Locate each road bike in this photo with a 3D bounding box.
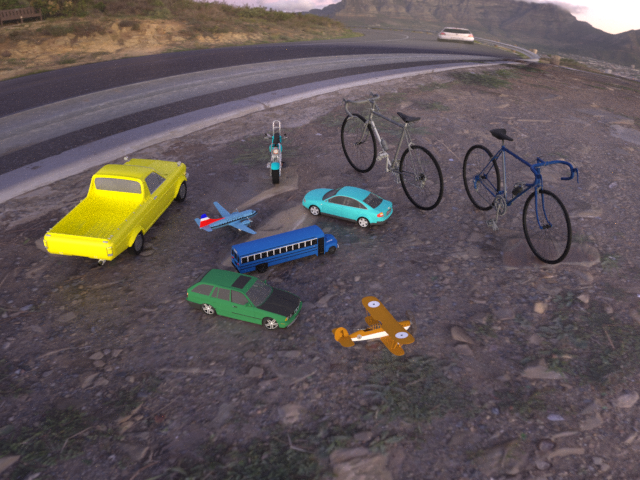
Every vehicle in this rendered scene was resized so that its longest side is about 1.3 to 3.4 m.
[{"bbox_3d":[1.238,-1.674,12.644,0.697,1.656,3.004,-18,35,-28],"label":"road bike"},{"bbox_3d":[3.106,-0.850,11.242,0.697,1.656,3.004,-11,32,-18],"label":"road bike"}]

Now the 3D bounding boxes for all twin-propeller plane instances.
[{"bbox_3d":[-1.516,-0.378,11.671,1.095,0.407,1.370,-20,36,-30],"label":"twin-propeller plane"}]

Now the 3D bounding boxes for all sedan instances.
[{"bbox_3d":[0.458,-0.647,12.053,1.613,0.483,0.635,15,33,23],"label":"sedan"}]

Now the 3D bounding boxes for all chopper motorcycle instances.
[{"bbox_3d":[-0.854,-1.715,13.595,0.466,0.761,1.563,-1,30,-1],"label":"chopper motorcycle"}]

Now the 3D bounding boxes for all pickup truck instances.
[{"bbox_3d":[-3.249,-0.646,11.548,1.244,0.993,3.117,6,31,10],"label":"pickup truck"}]

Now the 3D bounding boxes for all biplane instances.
[{"bbox_3d":[0.696,1.156,8.967,1.090,0.504,1.336,-10,32,-16],"label":"biplane"}]

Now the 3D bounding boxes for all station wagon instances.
[{"bbox_3d":[-1.037,0.776,9.644,1.597,0.473,0.682,11,32,18],"label":"station wagon"}]

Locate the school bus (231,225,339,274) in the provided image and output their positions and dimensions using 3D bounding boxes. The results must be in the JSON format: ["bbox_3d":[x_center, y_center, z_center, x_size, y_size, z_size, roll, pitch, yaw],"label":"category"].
[{"bbox_3d":[-0.511,0.126,10.787,1.708,0.434,0.365,-15,33,-23],"label":"school bus"}]
